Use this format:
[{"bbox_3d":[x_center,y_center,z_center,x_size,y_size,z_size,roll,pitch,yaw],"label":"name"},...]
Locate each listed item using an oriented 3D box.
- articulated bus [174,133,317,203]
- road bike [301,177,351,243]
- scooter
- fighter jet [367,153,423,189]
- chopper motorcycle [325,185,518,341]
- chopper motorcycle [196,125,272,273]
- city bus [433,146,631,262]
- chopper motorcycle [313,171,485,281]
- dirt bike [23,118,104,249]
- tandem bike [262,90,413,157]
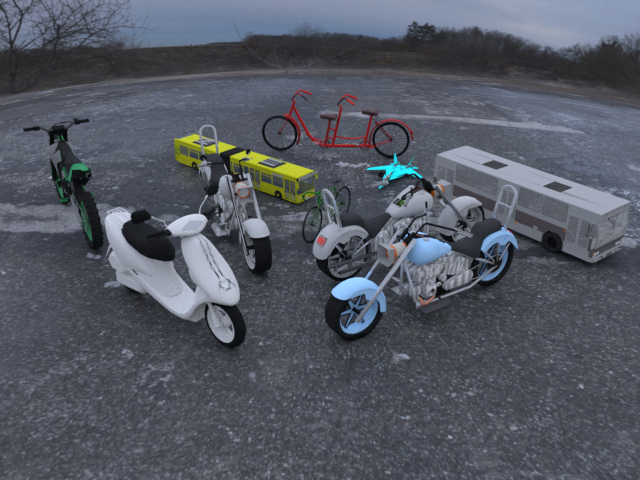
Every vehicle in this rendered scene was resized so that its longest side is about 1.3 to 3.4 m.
[{"bbox_3d":[-1.502,-1.407,13.355,3.401,0.561,0.605,21,33,35],"label":"articulated bus"},{"bbox_3d":[0.125,-0.539,11.315,0.358,0.852,1.545,15,30,27],"label":"road bike"},{"bbox_3d":[-1.917,0.188,8.838,2.721,1.786,1.288,22,34,36],"label":"scooter"},{"bbox_3d":[1.397,-1.306,13.459,1.147,0.286,1.358,13,29,23],"label":"fighter jet"},{"bbox_3d":[1.399,0.256,9.042,3.040,1.480,0.906,-16,31,-28],"label":"chopper motorcycle"},{"bbox_3d":[-1.378,-0.708,10.952,0.906,1.480,3.040,-11,29,-20],"label":"chopper motorcycle"},{"bbox_3d":[3.311,-0.635,11.458,0.926,0.894,3.255,-19,33,-33],"label":"city bus"},{"bbox_3d":[1.244,-0.327,10.198,3.040,1.480,0.906,-16,31,-28],"label":"chopper motorcycle"},{"bbox_3d":[-4.067,-1.025,11.372,1.024,1.666,2.903,-15,30,-27],"label":"dirt bike"},{"bbox_3d":[0.338,-2.393,14.461,3.192,1.326,0.550,5,27,9],"label":"tandem bike"}]
